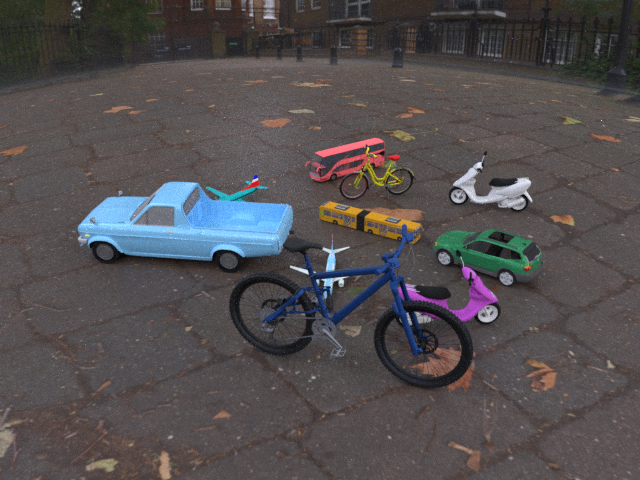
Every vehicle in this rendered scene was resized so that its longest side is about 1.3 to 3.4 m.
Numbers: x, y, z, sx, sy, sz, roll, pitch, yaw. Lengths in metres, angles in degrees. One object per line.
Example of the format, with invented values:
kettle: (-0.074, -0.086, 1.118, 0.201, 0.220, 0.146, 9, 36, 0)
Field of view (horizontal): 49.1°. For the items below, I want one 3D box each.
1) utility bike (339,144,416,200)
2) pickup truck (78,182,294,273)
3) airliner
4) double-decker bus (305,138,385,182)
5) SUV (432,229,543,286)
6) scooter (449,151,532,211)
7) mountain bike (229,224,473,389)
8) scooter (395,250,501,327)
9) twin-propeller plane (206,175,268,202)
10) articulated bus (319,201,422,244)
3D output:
utility bike: (1.044, -1.156, 12.238, 1.435, 0.946, 0.535, -7, 28, -14)
pickup truck: (-1.981, -0.275, 10.460, 3.117, 0.993, 1.244, 4, 27, 7)
airliner: (0.139, 0.381, 9.794, 1.161, 0.429, 1.307, 2, 27, 4)
double-decker bus: (0.515, -1.529, 13.414, 1.672, 0.541, 0.389, -18, 32, -31)
SUV: (2.404, 0.150, 10.080, 1.572, 0.580, 0.656, 19, 33, 33)
scooter: (2.913, -0.964, 11.892, 1.399, 0.919, 0.662, 8, 28, 15)
mountain bike: (0.276, 0.737, 7.713, 2.857, 1.688, 1.114, 9, 29, 18)
scooter: (1.587, 0.675, 8.680, 1.399, 0.919, 0.662, -2, 27, -4)
twin-propeller plane: (-1.427, -0.805, 12.144, 1.370, 0.407, 1.095, 20, 33, 34)
articulated bus: (0.794, -0.291, 11.266, 1.749, 0.289, 0.311, 16, 31, 28)
